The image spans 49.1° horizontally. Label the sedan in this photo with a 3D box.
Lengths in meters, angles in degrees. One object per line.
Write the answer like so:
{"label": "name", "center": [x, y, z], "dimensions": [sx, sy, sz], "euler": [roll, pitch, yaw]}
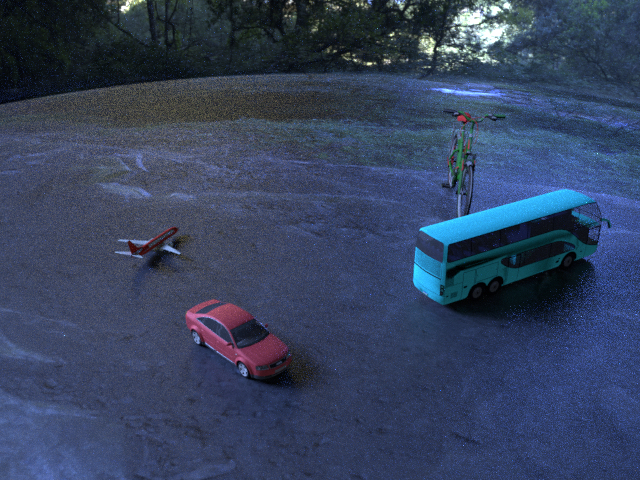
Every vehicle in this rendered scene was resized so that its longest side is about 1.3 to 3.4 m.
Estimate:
{"label": "sedan", "center": [-1.011, 1.143, 8.529], "dimensions": [0.635, 0.483, 1.613], "euler": [-23, 34, -39]}

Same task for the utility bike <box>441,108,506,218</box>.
{"label": "utility bike", "center": [2.603, -1.507, 12.380], "dimensions": [1.039, 1.839, 2.791], "euler": [2, 26, 4]}

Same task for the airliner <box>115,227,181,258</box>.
{"label": "airliner", "center": [-2.607, -0.040, 10.995], "dimensions": [1.161, 0.429, 1.307], "euler": [11, 28, 21]}

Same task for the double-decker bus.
{"label": "double-decker bus", "center": [2.812, 0.040, 10.128], "dimensions": [3.251, 1.052, 0.756], "euler": [-15, 30, -27]}
